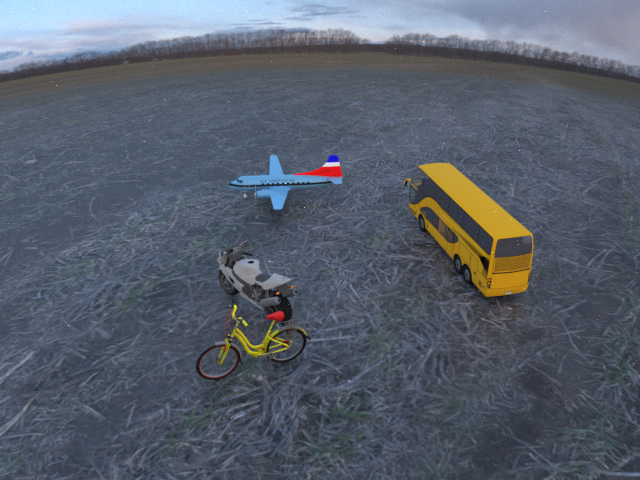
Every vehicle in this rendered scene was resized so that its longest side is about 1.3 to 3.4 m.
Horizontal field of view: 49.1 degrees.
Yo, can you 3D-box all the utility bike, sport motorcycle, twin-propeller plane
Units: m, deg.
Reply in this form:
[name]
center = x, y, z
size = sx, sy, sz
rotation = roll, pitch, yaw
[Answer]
[utility bike]
center = -0.751, 1.179, 8.182
size = 1.435, 0.946, 0.535
rotation = -11, 29, -21
[sport motorcycle]
center = -0.904, 0.579, 9.500
size = 0.506, 0.821, 1.520
rotation = -24, 35, -38
[twin-propeller plane]
center = -0.640, -1.174, 12.975
size = 2.129, 0.792, 2.663
rotation = -2, 27, -4

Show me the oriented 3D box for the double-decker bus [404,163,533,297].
[double-decker bus]
center = 2.229, -0.290, 10.952
size = 0.756, 1.052, 3.251
rotation = -6, 28, -12
